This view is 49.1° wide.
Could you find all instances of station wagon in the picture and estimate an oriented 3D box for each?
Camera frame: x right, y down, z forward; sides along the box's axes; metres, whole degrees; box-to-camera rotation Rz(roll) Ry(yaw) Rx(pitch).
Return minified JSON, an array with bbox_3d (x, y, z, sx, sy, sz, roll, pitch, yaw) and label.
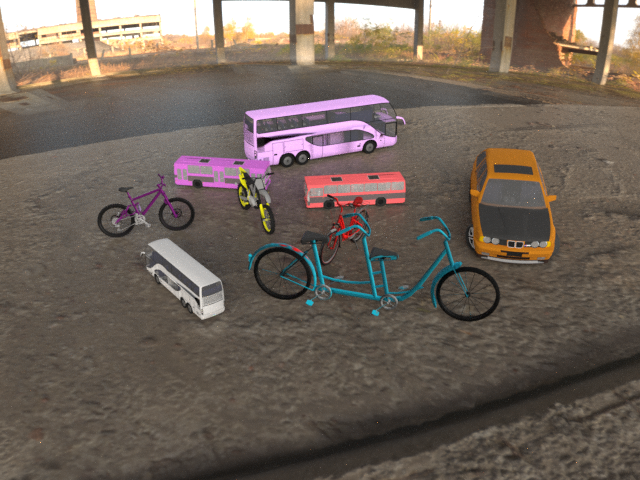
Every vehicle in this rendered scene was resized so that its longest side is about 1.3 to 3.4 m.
[{"bbox_3d":[2.987,-0.667,11.014,1.327,0.920,3.105,5,27,9],"label":"station wagon"}]

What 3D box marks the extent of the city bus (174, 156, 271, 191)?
[{"bbox_3d":[-1.737,-1.181,12.523,1.674,0.460,0.476,4,27,8],"label":"city bus"}]

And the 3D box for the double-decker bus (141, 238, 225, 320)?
[{"bbox_3d":[-1.819,0.469,9.209,0.389,0.541,1.672,-19,33,-33],"label":"double-decker bus"}]

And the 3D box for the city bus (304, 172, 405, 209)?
[{"bbox_3d":[0.581,-0.831,11.840,1.674,0.460,0.476,-3,27,-7],"label":"city bus"}]

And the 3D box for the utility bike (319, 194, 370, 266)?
[{"bbox_3d":[0.421,-0.230,10.132,0.535,0.946,1.435,16,31,28],"label":"utility bike"}]

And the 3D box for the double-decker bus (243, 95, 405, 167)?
[{"bbox_3d":[0.099,-2.174,13.815,3.251,1.052,0.756,-12,29,-22],"label":"double-decker bus"}]

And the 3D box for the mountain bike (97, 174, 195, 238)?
[{"bbox_3d":[-2.666,-0.484,10.714,1.469,0.868,0.573,-7,28,-13],"label":"mountain bike"}]

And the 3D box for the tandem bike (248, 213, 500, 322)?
[{"bbox_3d":[0.625,0.304,8.671,3.192,1.326,0.550,6,28,11],"label":"tandem bike"}]

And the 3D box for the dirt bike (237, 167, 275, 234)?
[{"bbox_3d":[-1.028,-0.694,11.136,0.527,0.857,1.493,-13,30,-23],"label":"dirt bike"}]
